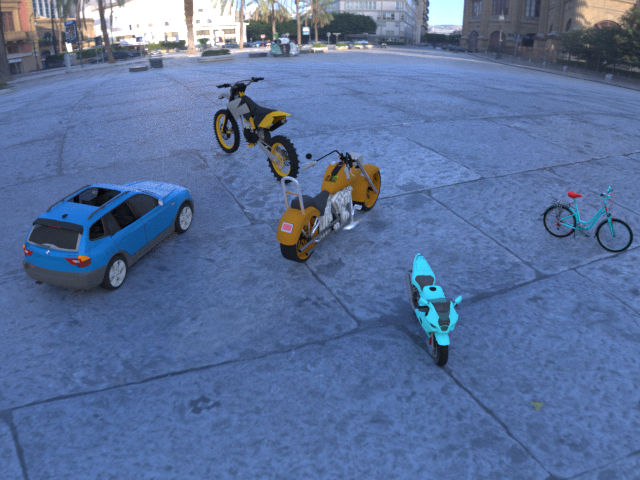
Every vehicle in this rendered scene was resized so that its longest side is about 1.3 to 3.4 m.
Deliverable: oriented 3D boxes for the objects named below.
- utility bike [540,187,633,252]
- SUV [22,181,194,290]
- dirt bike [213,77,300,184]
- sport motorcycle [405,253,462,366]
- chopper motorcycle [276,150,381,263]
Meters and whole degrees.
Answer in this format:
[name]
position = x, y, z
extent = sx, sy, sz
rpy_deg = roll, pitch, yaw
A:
[utility bike]
position = 4.150, -0.390, 10.829
extent = 1.435, 0.946, 0.535
rpy_deg = 19, 33, 32
[SUV]
position = -3.058, -0.301, 10.458
extent = 1.276, 1.128, 3.058
rpy_deg = 9, 29, 18
[dirt bike]
position = -1.320, -2.195, 13.531
extent = 1.024, 1.666, 2.903
rpy_deg = -20, 33, -33
[sport motorcycle]
position = 1.353, 0.841, 8.588
extent = 0.506, 0.821, 1.520
rpy_deg = -2, 27, -5
[chopper motorcycle]
position = 0.241, -0.752, 10.948
extent = 0.906, 1.480, 3.040
rpy_deg = 14, 31, 25
